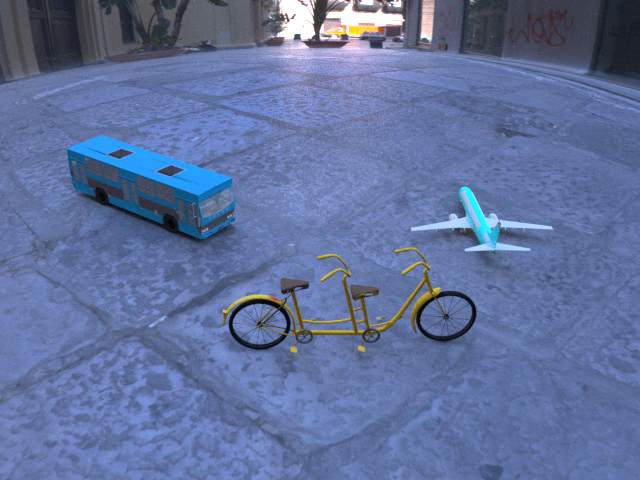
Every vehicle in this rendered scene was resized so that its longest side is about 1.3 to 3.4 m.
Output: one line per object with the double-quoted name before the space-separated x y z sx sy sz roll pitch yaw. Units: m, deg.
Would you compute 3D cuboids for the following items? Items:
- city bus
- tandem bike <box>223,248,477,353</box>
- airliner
"city bus" -2.936 -0.921 12.001 3.255 0.894 0.926 20 35 30
"tandem bike" 0.386 0.772 8.634 3.192 1.326 0.550 -2 30 -3
"airliner" 2.571 -0.484 11.301 2.257 0.835 2.541 -1 30 -1
